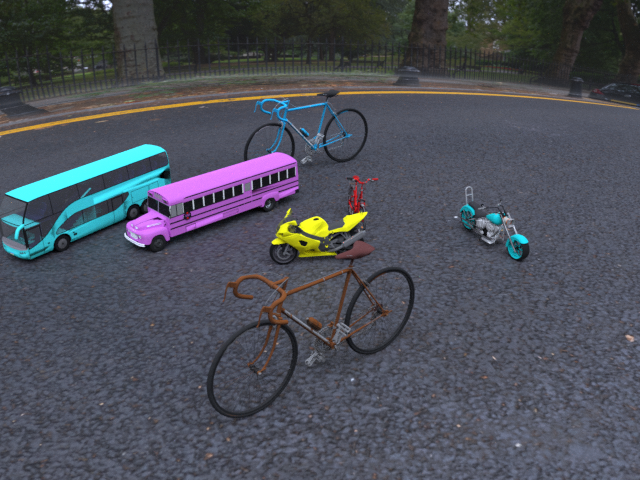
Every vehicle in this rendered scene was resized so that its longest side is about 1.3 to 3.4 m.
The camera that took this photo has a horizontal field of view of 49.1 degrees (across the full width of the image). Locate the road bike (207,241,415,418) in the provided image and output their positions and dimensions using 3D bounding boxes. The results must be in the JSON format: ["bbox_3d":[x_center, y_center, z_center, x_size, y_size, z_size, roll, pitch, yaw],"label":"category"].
[{"bbox_3d":[0.018,0.897,7.868,3.004,1.656,0.696,-20,32,-34],"label":"road bike"}]

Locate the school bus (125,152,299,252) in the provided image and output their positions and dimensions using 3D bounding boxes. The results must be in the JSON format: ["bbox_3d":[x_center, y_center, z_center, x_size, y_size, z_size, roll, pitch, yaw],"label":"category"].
[{"bbox_3d":[-1.805,-0.712,12.064,3.322,0.844,0.709,-23,34,-38],"label":"school bus"}]

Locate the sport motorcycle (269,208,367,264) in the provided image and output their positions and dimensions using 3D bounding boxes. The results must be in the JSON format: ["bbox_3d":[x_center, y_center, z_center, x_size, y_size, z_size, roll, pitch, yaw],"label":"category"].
[{"bbox_3d":[-0.026,-0.043,10.729,1.520,0.821,0.506,-5,27,-9],"label":"sport motorcycle"}]

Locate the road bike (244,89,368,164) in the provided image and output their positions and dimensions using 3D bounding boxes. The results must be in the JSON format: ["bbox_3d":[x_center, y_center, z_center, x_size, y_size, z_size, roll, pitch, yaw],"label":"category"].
[{"bbox_3d":[-0.222,-2.193,14.159,3.004,1.656,0.696,-17,31,-30],"label":"road bike"}]

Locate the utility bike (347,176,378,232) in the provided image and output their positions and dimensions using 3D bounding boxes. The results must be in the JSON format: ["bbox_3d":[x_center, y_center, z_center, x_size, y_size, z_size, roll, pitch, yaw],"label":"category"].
[{"bbox_3d":[0.676,-0.695,11.913,0.535,0.946,1.435,-4,26,-7],"label":"utility bike"}]

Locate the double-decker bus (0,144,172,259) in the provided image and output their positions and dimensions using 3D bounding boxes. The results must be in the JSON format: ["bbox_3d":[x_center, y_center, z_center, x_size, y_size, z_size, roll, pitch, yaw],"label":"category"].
[{"bbox_3d":[-3.876,-0.680,11.764,0.756,1.052,3.251,17,31,31],"label":"double-decker bus"}]

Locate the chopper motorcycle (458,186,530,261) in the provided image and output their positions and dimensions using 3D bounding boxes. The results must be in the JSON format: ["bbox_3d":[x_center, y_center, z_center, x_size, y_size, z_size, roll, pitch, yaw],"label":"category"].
[{"bbox_3d":[2.800,-0.277,11.272,0.466,0.761,1.563,-13,29,-25],"label":"chopper motorcycle"}]
